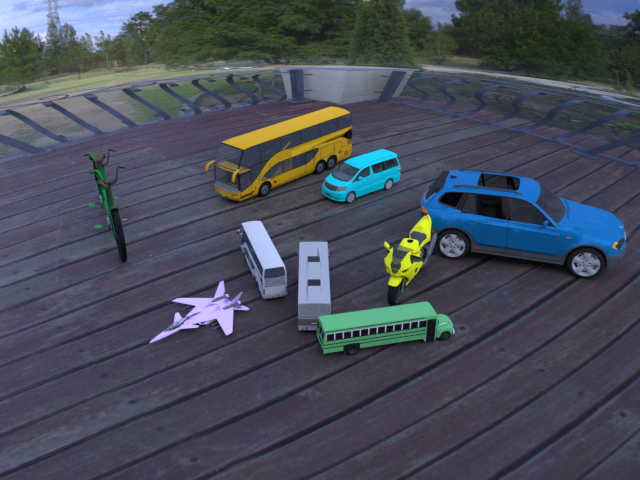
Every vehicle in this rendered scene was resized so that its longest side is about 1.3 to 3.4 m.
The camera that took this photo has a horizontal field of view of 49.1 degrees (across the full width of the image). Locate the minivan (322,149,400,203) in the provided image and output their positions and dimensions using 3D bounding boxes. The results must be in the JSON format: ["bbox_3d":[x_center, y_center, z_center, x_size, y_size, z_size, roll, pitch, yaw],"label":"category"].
[{"bbox_3d":[0.750,-1.171,12.691,1.548,0.616,0.681,-21,34,-34],"label":"minivan"}]

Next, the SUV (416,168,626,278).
[{"bbox_3d":[2.992,-0.337,10.513,3.058,1.128,1.276,8,28,16],"label":"SUV"}]

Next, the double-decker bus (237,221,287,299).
[{"bbox_3d":[-0.839,0.237,10.040,0.389,0.541,1.672,-8,28,-15],"label":"double-decker bus"}]

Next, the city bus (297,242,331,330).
[{"bbox_3d":[-0.081,0.606,9.413,0.476,0.460,1.674,0,27,-1],"label":"city bus"}]

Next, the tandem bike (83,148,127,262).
[{"bbox_3d":[-3.416,-0.798,11.192,0.550,1.326,3.192,-11,29,-20],"label":"tandem bike"}]

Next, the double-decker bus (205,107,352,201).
[{"bbox_3d":[-0.649,-1.633,13.113,0.756,1.052,3.251,23,35,37],"label":"double-decker bus"}]

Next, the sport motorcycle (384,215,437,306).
[{"bbox_3d":[1.239,0.270,9.670,0.506,0.821,1.520,12,30,22],"label":"sport motorcycle"}]

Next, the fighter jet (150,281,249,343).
[{"bbox_3d":[-1.607,0.953,8.929,1.147,0.286,1.358,24,36,38],"label":"fighter jet"}]

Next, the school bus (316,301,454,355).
[{"bbox_3d":[0.819,1.065,8.550,1.708,0.434,0.365,-7,28,-13],"label":"school bus"}]
